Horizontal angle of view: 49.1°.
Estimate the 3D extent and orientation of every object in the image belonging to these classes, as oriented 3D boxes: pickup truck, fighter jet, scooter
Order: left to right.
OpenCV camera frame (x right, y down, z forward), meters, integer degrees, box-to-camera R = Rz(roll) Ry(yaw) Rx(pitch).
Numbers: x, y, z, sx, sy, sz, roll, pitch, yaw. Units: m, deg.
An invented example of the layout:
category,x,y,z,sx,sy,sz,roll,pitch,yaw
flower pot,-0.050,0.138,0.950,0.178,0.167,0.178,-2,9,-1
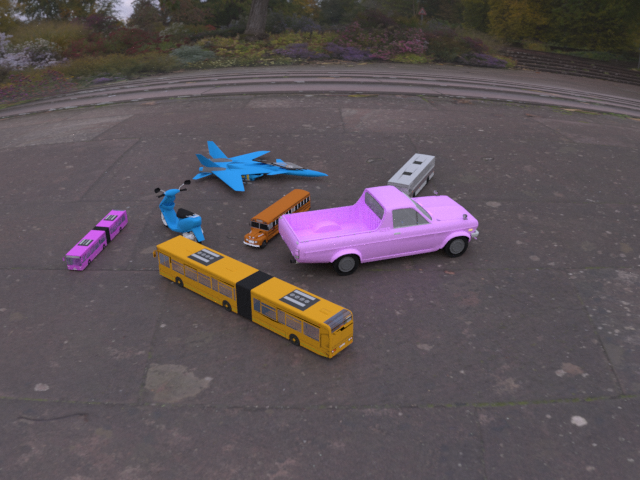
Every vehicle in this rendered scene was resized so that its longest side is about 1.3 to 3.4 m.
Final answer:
category,x,y,z,sx,sy,sz,roll,pitch,yaw
scooter,-2.323,-0.452,11.585,0.662,0.919,1.399,-20,33,-33
fighter jet,-1.138,-1.535,14.102,2.640,0.557,2.229,4,27,8
pickup truck,0.936,-0.252,11.112,3.117,0.993,1.244,-8,28,-16

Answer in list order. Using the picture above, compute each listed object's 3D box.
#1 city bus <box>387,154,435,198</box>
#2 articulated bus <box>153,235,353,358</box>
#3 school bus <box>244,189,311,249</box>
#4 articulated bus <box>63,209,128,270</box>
category,x,y,z,sx,sy,sz,roll,pitch,yaw
city bus,1.768,-1.170,13.494,0.476,0.460,1.674,12,29,22
articulated bus,-1.020,0.707,9.711,3.401,0.561,0.605,21,34,35
school bus,-0.721,-0.376,11.968,0.365,0.434,1.708,14,30,25
articulated bus,-3.624,-0.028,11.447,0.311,0.289,1.749,4,27,9
